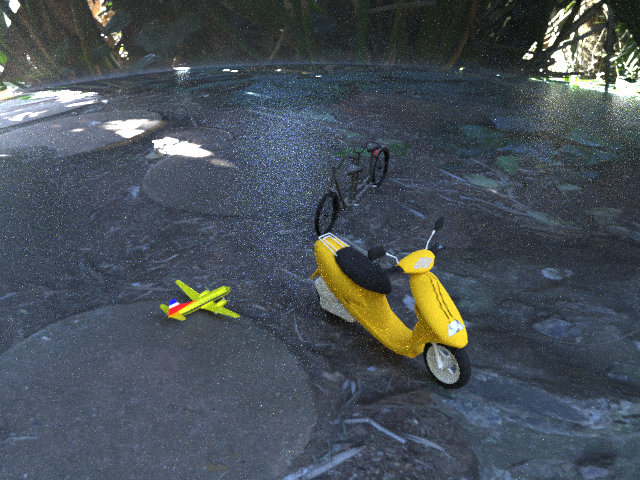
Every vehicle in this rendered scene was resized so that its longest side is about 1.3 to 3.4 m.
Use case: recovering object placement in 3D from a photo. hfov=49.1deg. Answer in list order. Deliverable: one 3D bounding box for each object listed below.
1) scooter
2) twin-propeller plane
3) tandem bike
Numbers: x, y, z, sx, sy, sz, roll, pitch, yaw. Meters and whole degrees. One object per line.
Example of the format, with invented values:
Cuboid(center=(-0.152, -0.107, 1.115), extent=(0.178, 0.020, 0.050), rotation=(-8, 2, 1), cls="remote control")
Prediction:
Cuboid(center=(0.810, 0.586, 8.657), extent=(1.288, 1.786, 2.721), rotation=(-23, 35, -36), cls="scooter")
Cuboid(center=(-1.651, 0.816, 9.696), extent=(1.370, 0.407, 1.095), rotation=(24, 36, 37), cls="twin-propeller plane")
Cuboid(center=(0.644, -1.150, 12.427), extent=(0.550, 1.326, 3.192), rotation=(13, 31, 23), cls="tandem bike")
